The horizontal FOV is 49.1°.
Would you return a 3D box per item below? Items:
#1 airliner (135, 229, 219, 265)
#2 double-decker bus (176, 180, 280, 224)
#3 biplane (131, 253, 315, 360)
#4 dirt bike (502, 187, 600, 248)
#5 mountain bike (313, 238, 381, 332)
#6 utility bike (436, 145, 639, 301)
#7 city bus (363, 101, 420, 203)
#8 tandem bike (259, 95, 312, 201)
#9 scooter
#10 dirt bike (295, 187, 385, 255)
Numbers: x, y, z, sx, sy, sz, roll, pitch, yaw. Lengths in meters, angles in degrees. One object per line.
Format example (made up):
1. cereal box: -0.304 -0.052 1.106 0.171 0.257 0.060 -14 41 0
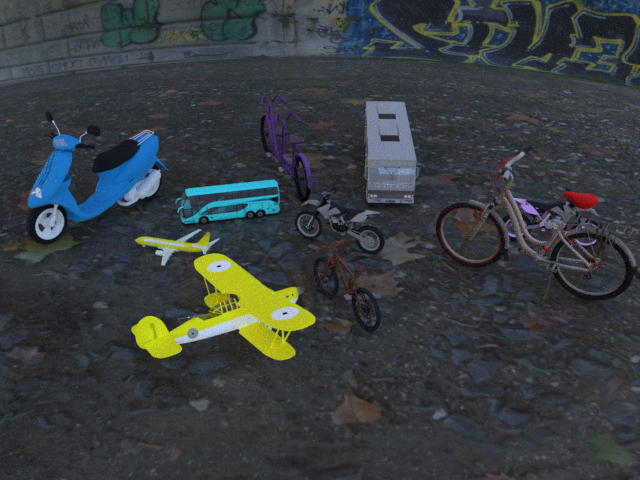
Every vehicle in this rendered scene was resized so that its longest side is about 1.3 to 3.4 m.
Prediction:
1. airliner: -2.183 -0.009 10.382 1.307 0.429 1.161 9 29 16
2. double-decker bus: -1.491 -0.617 11.405 1.672 0.541 0.389 -7 29 -13
3. biplane: -1.108 0.877 8.134 2.120 0.981 2.598 -16 32 -28
4. dirt bike: 3.495 -0.319 10.510 1.493 0.857 0.527 7 29 12
5. mountain bike: 0.324 0.539 8.889 0.573 0.868 1.469 -17 32 -28
6. utility bike: 2.804 -0.161 9.169 2.791 1.839 1.039 16 32 27
7. city bus: 1.250 -1.669 13.001 0.926 0.894 3.255 1 28 2
8. tandem bike: -0.673 -1.791 12.772 0.550 1.326 3.192 -9 29 -16
9. scooter: -3.527 -1.142 11.066 1.288 1.786 2.721 19 34 32
10. dirt bike: 0.278 -0.282 10.441 1.493 0.857 0.527 14 31 24
